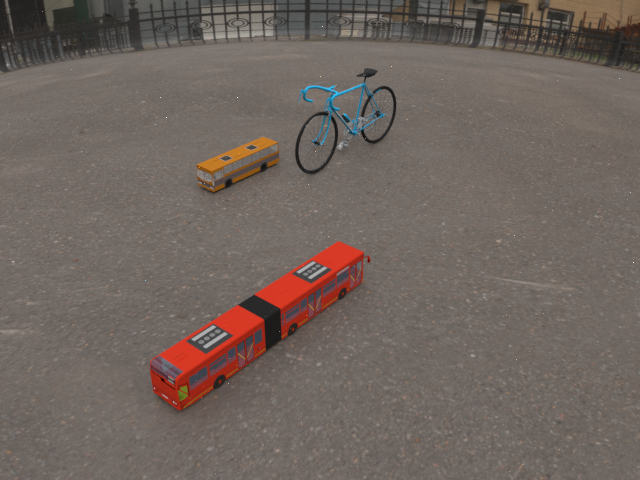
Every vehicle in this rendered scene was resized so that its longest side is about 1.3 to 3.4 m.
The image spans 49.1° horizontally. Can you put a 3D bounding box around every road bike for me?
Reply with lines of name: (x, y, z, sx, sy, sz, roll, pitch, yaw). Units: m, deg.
road bike: (0.557, -2.333, 13.185, 0.697, 1.656, 3.004, 24, 39, 34)

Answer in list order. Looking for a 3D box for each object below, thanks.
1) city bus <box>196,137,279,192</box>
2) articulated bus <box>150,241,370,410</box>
city bus: (-1.471, -1.377, 12.765, 0.476, 0.460, 1.674, 24, 39, 34)
articulated bus: (-0.626, 0.957, 8.840, 0.605, 0.561, 3.401, 24, 39, 33)
